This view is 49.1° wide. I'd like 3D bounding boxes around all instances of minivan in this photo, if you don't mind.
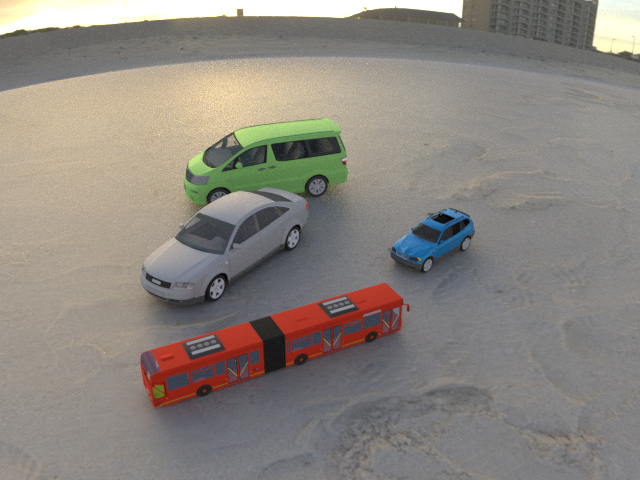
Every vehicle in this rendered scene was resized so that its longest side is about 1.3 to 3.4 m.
[{"bbox_3d":[-1.022,-1.453,12.955,3.011,1.197,1.324,-9,30,-15],"label":"minivan"}]

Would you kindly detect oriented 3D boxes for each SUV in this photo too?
[{"bbox_3d":[1.794,-0.038,11.030,1.572,0.580,0.656,-25,37,-37],"label":"SUV"}]

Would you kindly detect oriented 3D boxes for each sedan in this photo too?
[{"bbox_3d":[-1.395,-0.070,10.716,1.235,0.940,3.137,18,34,30],"label":"sedan"}]

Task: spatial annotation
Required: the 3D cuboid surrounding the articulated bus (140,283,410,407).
[{"bbox_3d":[-0.481,1.252,8.715,3.401,0.561,0.605,-14,32,-24],"label":"articulated bus"}]
